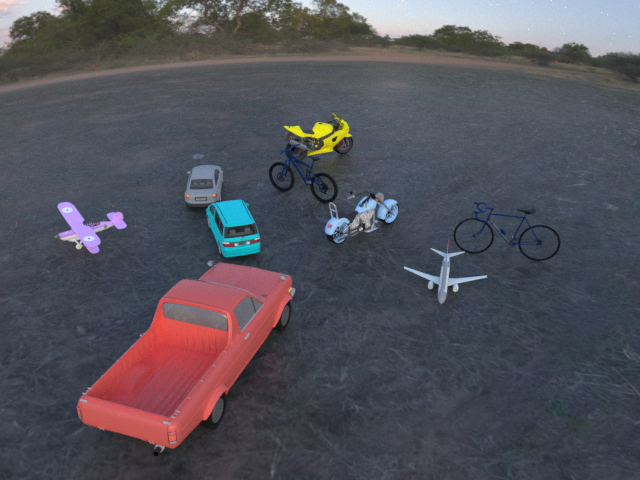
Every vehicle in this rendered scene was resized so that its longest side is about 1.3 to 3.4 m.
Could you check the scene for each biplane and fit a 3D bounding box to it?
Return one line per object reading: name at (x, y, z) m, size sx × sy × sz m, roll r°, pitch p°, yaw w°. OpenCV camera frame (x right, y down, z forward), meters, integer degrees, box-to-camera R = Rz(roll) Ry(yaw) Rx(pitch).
biplane at (-3.547, -0.168, 10.810) m, size 1.090 × 0.504 × 1.336 m, roll -19°, pitch 33°, yaw -32°

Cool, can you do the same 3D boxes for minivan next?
minivan at (-1.376, -0.281, 10.906) m, size 0.681 × 0.616 × 1.548 m, roll -9°, pitch 29°, yaw -16°

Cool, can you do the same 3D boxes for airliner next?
airliner at (1.739, 0.433, 9.745) m, size 1.161 × 0.429 × 1.307 m, roll 6°, pitch 28°, yaw 11°

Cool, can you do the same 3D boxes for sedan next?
sedan at (-2.064, -1.047, 12.508) m, size 0.635 × 0.483 × 1.613 m, roll -2°, pitch 28°, yaw -4°

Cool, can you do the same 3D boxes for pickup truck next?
pickup truck at (-1.346, 1.082, 7.903) m, size 1.244 × 0.993 × 3.117 m, roll 9°, pitch 29°, yaw 17°

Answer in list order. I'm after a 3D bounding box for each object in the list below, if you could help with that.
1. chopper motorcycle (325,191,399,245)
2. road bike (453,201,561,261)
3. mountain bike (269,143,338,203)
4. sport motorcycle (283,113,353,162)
chopper motorcycle at (0.693, -0.439, 11.050) m, size 1.563 × 0.761 × 0.466 m, roll -23°, pitch 35°, yaw -37°
road bike at (2.766, -0.120, 10.345) m, size 1.545 × 0.852 × 0.358 m, roll 6°, pitch 28°, yaw 12°
mountain bike at (-0.310, -1.158, 12.306) m, size 1.469 × 0.868 × 0.573 m, roll 17°, pitch 32°, yaw 29°
sport motorcycle at (-0.016, -2.033, 14.022) m, size 1.520 × 0.821 × 0.506 m, roll -12°, pitch 30°, yaw -22°
